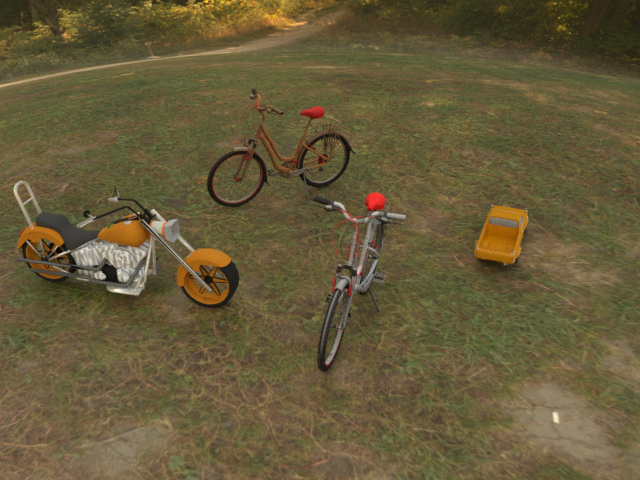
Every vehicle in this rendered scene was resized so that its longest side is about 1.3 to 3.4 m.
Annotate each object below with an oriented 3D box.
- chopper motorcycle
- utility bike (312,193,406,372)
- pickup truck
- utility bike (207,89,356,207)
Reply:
[{"bbox_3d":[-2.547,0.056,9.067,3.040,1.480,0.906,6,29,11],"label":"chopper motorcycle"},{"bbox_3d":[0.532,0.239,8.362,1.039,1.839,2.791,9,30,15],"label":"utility bike"},{"bbox_3d":[2.716,-0.129,10.408,0.640,0.511,1.603,11,31,18],"label":"pickup truck"},{"bbox_3d":[-0.542,-1.513,11.545,2.791,1.839,1.039,-15,32,-25],"label":"utility bike"}]
